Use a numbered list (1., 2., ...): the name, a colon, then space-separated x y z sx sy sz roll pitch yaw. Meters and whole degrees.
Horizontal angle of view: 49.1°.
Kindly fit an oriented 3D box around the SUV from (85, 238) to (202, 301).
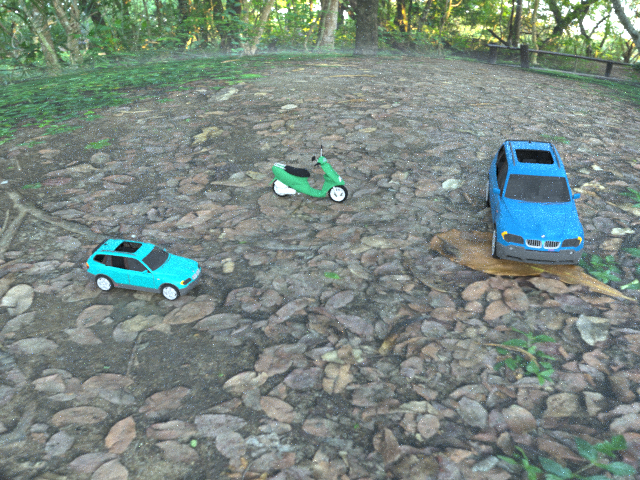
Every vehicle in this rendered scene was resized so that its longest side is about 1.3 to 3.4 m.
1. SUV: -2.407 0.359 9.552 1.572 0.580 0.656 7 29 12

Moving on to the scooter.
1. scooter: -0.203 -1.109 11.925 1.399 0.919 0.662 6 29 12

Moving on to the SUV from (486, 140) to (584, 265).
1. SUV: 3.293 -0.671 10.889 1.276 1.128 3.058 4 29 8
